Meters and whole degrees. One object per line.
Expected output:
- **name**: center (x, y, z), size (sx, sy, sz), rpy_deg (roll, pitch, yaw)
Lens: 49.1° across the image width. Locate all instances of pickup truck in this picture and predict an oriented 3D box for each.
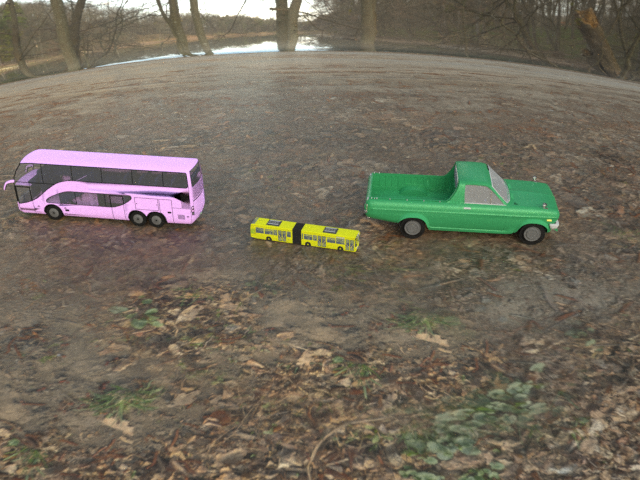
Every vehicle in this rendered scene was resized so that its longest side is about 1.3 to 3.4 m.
- **pickup truck**: center (2.279, -0.694, 11.399), size (3.117, 0.993, 1.244), rpy_deg (3, 30, 6)

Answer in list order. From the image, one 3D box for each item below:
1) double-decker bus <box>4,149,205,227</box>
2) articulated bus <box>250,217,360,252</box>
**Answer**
- **double-decker bus**: center (-3.568, -0.888, 11.681), size (3.251, 1.052, 0.756), rpy_deg (4, 30, 7)
- **articulated bus**: center (-0.236, -0.087, 11.045), size (1.749, 0.289, 0.311), rpy_deg (8, 31, 13)
